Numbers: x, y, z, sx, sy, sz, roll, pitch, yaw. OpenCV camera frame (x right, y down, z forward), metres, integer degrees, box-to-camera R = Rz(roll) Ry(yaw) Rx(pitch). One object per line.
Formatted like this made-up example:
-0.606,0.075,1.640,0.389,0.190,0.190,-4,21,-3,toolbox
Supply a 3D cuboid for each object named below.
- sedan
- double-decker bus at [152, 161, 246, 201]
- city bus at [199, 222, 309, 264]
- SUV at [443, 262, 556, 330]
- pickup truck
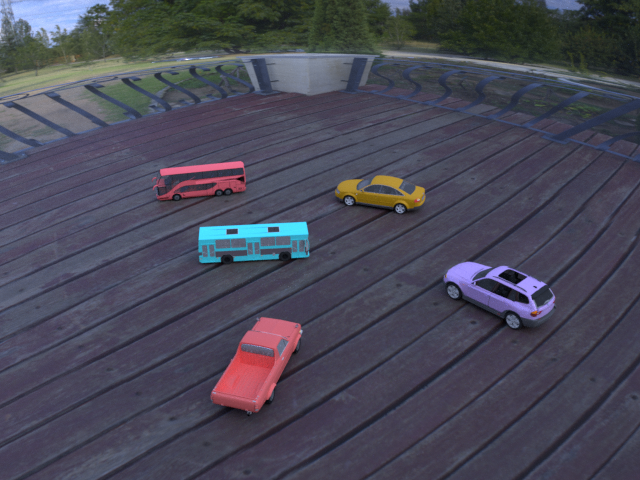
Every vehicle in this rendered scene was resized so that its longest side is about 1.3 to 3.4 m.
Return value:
1.057,-0.866,12.385,1.613,0.483,0.635,10,31,17,sedan
-2.184,-1.064,12.677,1.672,0.541,0.389,-7,30,-12,double-decker bus
-1.014,0.055,10.775,1.674,0.460,0.476,-3,30,-5,city bus
2.438,0.658,9.582,0.656,0.580,1.572,-25,38,-37,SUV
-0.719,1.414,8.313,0.640,0.511,1.603,8,30,15,pickup truck
